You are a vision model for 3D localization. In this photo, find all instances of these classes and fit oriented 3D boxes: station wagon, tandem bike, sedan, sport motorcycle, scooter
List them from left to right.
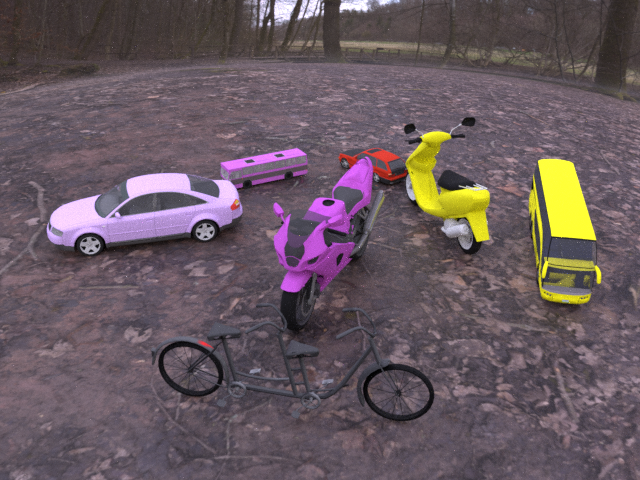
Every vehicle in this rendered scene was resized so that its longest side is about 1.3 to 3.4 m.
[{"bbox_3d":[-2.855,-0.520,11.489,3.137,0.940,1.235,-8,29,-14],"label":"sedan"},{"bbox_3d":[-0.345,1.314,7.626,3.192,1.326,0.550,5,28,9],"label":"tandem bike"},{"bbox_3d":[0.142,-0.016,9.840,0.983,1.596,2.955,11,30,20],"label":"sport motorcycle"},{"bbox_3d":[1.051,-1.572,13.966,0.682,0.473,1.597,-21,34,-34],"label":"station wagon"},{"bbox_3d":[2.047,-1.009,11.507,1.288,1.786,2.721,-9,29,-16],"label":"scooter"}]

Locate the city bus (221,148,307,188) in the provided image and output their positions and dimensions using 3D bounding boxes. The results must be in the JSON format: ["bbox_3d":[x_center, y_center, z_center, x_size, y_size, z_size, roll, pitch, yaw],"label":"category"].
[{"bbox_3d":[-1.075,-1.370,13.600,1.674,0.460,0.476,-14,31,-25],"label":"city bus"}]

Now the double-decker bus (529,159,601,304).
[{"bbox_3d":[3.678,-0.196,10.759,0.756,1.052,3.251,6,28,10],"label":"double-decker bus"}]
